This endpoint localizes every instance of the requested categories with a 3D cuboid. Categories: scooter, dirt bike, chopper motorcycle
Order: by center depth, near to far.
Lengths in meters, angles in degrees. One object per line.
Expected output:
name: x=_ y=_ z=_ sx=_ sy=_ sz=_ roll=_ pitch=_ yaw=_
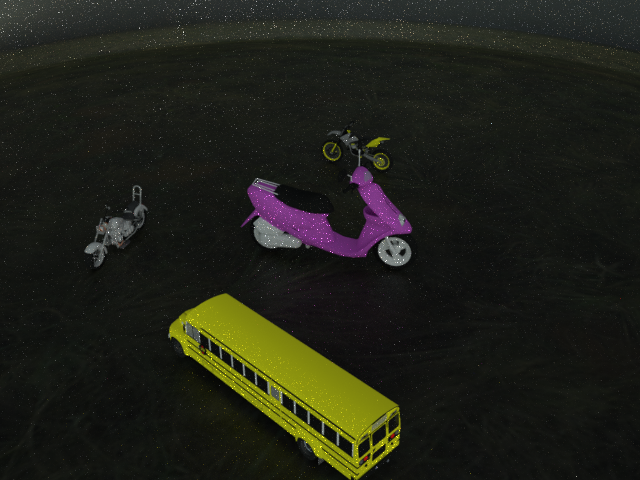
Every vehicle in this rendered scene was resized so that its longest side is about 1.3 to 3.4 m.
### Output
scooter: x=0.127 y=-0.476 z=10.300 sx=2.721 sy=1.786 sz=1.288 roll=8 pitch=32 yaw=13
chopper motorcycle: x=-3.164 y=-0.206 z=10.845 sx=0.466 sy=0.761 sz=1.563 roll=10 pitch=33 yaw=16
dirt bike: x=0.699 y=-1.776 z=13.353 sx=1.493 sy=0.857 sz=0.527 roll=14 pitch=34 yaw=21

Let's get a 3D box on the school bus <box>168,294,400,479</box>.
school bus: x=-0.575 y=1.487 z=7.960 sx=3.322 sy=0.844 sz=0.709 roll=27 pitch=40 yaw=37
